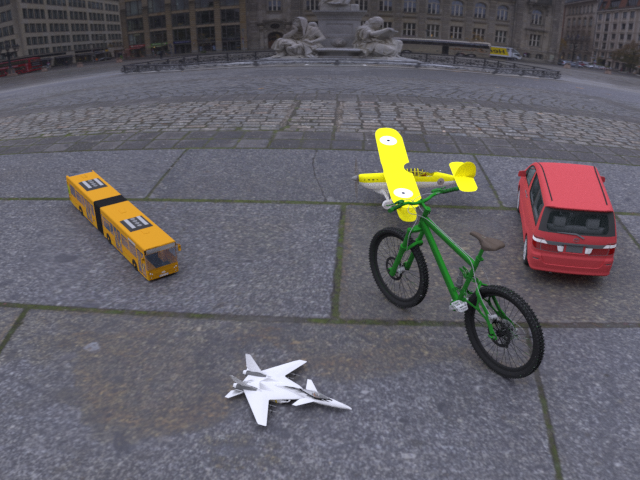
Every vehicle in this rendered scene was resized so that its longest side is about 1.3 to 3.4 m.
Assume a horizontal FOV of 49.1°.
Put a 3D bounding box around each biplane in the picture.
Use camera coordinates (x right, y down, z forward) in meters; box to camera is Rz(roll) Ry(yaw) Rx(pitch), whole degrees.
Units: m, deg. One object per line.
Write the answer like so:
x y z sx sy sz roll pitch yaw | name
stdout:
1.593 -1.020 11.862 2.120 0.981 2.598 -2 28 -3 | biplane

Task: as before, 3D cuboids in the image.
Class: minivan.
3.711 -0.540 10.706 1.324 1.197 3.011 5 28 10 | minivan

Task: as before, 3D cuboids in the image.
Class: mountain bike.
1.529 0.425 8.326 1.114 1.688 2.857 -18 33 -31 | mountain bike

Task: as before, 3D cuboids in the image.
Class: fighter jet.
-0.297 1.602 7.584 1.358 0.286 1.147 10 29 18 | fighter jet

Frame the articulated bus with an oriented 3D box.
-3.172 -0.316 10.965 0.605 0.561 3.401 -18 33 -31 | articulated bus
